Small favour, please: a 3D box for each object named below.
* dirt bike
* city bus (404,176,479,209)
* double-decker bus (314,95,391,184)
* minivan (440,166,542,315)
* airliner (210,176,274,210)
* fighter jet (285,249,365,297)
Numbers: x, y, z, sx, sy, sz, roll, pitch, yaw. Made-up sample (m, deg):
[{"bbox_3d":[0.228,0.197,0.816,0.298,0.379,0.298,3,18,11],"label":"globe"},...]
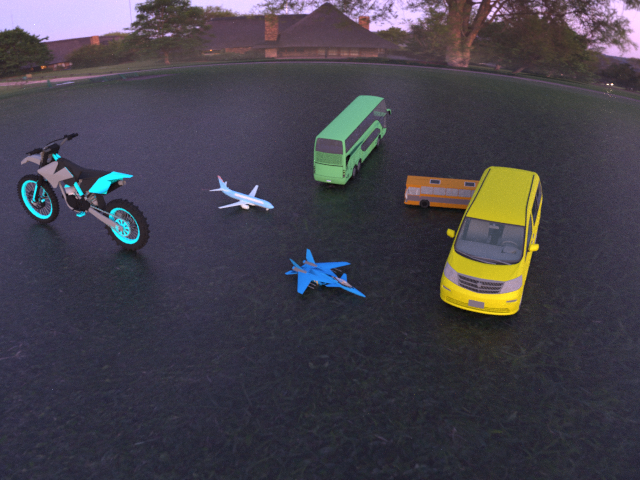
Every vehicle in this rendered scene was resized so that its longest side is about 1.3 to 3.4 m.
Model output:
[{"bbox_3d":[-4.052,-0.801,11.635,2.903,1.666,1.024,14,32,24],"label":"dirt bike"},{"bbox_3d":[2.423,-0.846,12.962,1.674,0.460,0.476,5,29,9],"label":"city bus"},{"bbox_3d":[0.716,-2.195,14.787,0.756,1.052,3.251,10,30,17],"label":"double-decker bus"},{"bbox_3d":[2.712,-0.061,10.784,1.324,1.197,3.011,11,31,18],"label":"minivan"},{"bbox_3d":[-1.399,-0.866,13.029,1.307,0.429,1.161,17,33,28],"label":"airliner"},{"bbox_3d":[0.156,0.545,10.629,1.358,0.286,1.147,23,36,35],"label":"fighter jet"}]
